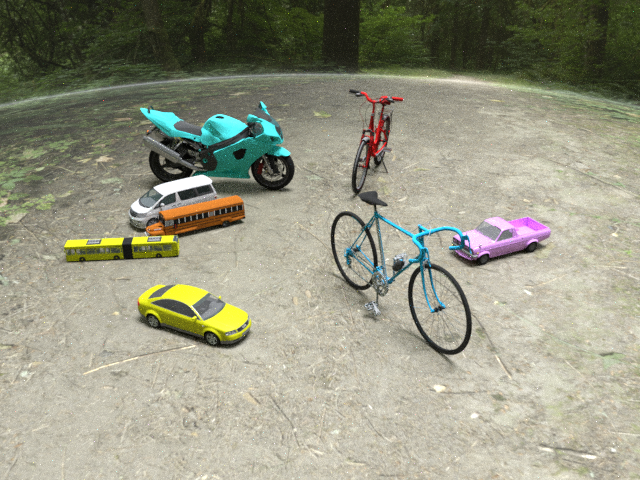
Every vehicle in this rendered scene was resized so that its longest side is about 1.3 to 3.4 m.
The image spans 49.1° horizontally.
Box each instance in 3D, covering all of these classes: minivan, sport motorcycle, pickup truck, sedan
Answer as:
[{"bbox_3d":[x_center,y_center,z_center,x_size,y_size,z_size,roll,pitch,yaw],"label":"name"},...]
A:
[{"bbox_3d":[-2.587,-0.671,12.272,1.548,0.616,0.681,-17,31,-31],"label":"minivan"},{"bbox_3d":[-1.945,-1.776,13.407,2.955,1.596,0.983,4,26,8],"label":"sport motorcycle"},{"bbox_3d":[2.898,-0.069,11.166,1.603,0.511,0.640,-12,29,-24],"label":"pickup truck"},{"bbox_3d":[-1.656,0.917,9.191,1.613,0.483,0.635,13,29,24],"label":"sedan"}]

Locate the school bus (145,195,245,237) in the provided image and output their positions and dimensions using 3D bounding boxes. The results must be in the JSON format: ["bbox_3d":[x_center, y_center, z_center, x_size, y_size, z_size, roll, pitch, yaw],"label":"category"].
[{"bbox_3d":[-2.114,-0.366,11.857,1.708,0.434,0.365,-15,30,-27],"label":"school bus"}]

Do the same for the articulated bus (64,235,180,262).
[{"bbox_3d":[-3.110,0.130,11.013,1.749,0.289,0.311,-3,26,-5],"label":"articulated bus"}]

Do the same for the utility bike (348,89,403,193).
[{"bbox_3d":[1.156,-2.098,13.788,1.039,1.839,2.791,8,27,16],"label":"utility bike"}]

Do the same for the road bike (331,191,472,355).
[{"bbox_3d":[0.960,0.279,9.160,0.696,1.656,3.004,-15,30,-28],"label":"road bike"}]
